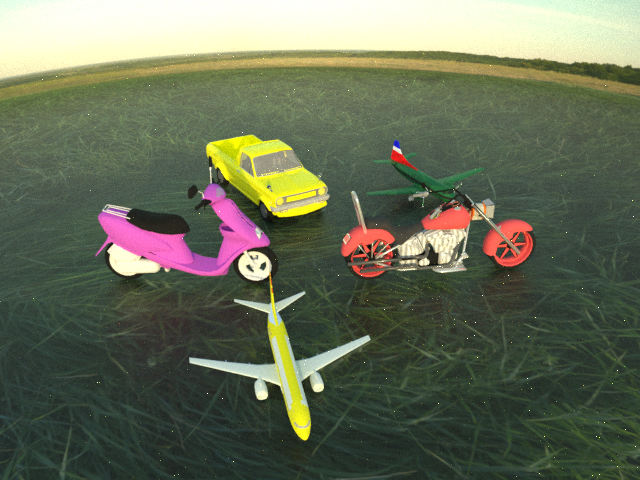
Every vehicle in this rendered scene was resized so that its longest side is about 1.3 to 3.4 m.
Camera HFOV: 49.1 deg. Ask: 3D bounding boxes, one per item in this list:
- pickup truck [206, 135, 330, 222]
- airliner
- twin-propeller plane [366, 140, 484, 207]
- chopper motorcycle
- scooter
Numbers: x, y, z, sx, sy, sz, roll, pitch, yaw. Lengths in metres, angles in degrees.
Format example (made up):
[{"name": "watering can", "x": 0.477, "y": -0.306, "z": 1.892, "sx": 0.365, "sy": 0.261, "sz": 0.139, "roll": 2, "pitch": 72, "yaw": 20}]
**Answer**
[{"name": "pickup truck", "x": -1.070, "y": -1.354, "z": 13.261, "sx": 1.244, "sy": 0.993, "sz": 3.117, "roll": -16, "pitch": 31, "yaw": -27}, {"name": "airliner", "x": -0.416, "y": 1.311, "z": 8.345, "sx": 2.257, "sy": 0.835, "sz": 2.541, "roll": -6, "pitch": 28, "yaw": -11}, {"name": "twin-propeller plane", "x": 1.931, "y": -1.243, "z": 13.267, "sx": 2.663, "sy": 0.792, "sz": 2.129, "roll": -14, "pitch": 31, "yaw": -25}, {"name": "chopper motorcycle", "x": 1.809, "y": -0.144, "z": 10.427, "sx": 3.040, "sy": 1.480, "sz": 0.906, "roll": -5, "pitch": 28, "yaw": -10}, {"name": "scooter", "x": -1.971, "y": -0.178, "z": 10.161, "sx": 2.721, "sy": 1.786, "sz": 1.288, "roll": 2, "pitch": 28, "yaw": 4}]
